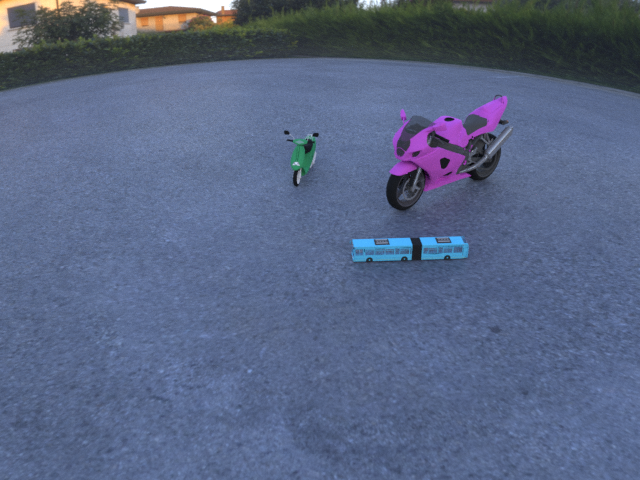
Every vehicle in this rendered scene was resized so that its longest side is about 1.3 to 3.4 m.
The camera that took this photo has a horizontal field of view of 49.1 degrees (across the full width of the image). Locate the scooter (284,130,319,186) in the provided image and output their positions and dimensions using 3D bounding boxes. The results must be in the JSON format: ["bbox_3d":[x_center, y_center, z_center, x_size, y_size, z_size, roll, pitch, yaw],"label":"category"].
[{"bbox_3d":[-0.309,-1.653,13.171,0.662,0.919,1.399,6,29,11],"label":"scooter"}]

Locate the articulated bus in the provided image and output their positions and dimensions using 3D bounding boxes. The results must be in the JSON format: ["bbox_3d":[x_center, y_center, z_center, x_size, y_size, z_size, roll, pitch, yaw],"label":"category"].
[{"bbox_3d":[1.333,0.134,10.499,1.749,0.289,0.311,-2,28,-3],"label":"articulated bus"}]

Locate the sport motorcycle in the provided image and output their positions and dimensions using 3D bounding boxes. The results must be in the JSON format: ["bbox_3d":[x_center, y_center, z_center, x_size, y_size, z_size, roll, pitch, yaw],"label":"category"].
[{"bbox_3d":[2.261,-1.563,12.284,2.955,1.596,0.983,-22,35,-35],"label":"sport motorcycle"}]
